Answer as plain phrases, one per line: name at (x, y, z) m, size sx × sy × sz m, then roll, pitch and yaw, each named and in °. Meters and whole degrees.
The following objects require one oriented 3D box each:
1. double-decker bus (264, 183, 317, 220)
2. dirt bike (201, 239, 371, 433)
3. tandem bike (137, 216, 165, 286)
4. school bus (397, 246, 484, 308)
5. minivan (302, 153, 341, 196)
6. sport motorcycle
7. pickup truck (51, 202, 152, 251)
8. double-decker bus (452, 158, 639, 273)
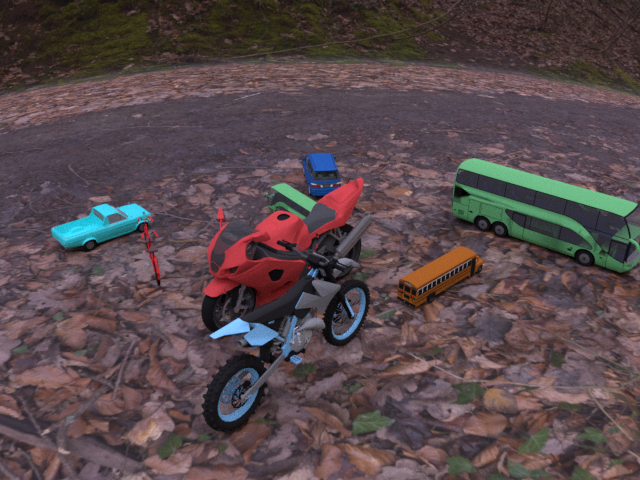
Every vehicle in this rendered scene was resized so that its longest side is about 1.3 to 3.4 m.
double-decker bus at (-0.374, -0.511, 12.177) m, size 0.389 × 0.541 × 1.672 m, roll -19°, pitch 34°, yaw -31°
dirt bike at (-0.301, 0.986, 8.243) m, size 1.024 × 1.666 × 2.903 m, roll 22°, pitch 35°, yaw 34°
tandem bike at (-2.641, 0.102, 10.902) m, size 0.283 × 0.682 × 1.642 m, roll -10°, pitch 30°, yaw -17°
school bus at (1.842, 0.504, 10.421) m, size 1.708 × 0.434 × 0.365 m, roll -24°, pitch 37°, yaw -37°
minivan at (0.022, -1.364, 13.668) m, size 0.681 × 0.616 × 1.548 m, roll -4°, pitch 29°, yaw -7°
sport motorcycle at (-0.448, 0.185, 9.790) m, size 2.955 × 1.596 × 0.983 m, roll -25°, pitch 37°, yaw -37°
pickup truck at (-3.656, -0.278, 11.779) m, size 1.603 × 0.511 × 0.640 m, roll -23°, pitch 36°, yaw -35°
double-decker bus at (3.716, -0.432, 11.496) m, size 3.251 × 1.052 × 0.756 m, roll 22°, pitch 36°, yaw 35°
